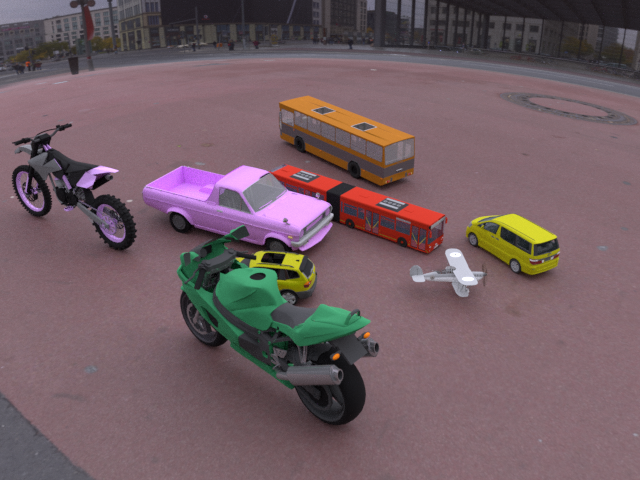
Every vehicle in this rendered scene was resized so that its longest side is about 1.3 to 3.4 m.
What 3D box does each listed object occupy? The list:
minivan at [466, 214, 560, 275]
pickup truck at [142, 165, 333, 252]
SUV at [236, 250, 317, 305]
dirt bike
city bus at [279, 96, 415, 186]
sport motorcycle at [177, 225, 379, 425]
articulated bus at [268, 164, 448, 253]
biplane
[{"bbox_3d":[2.903,-0.037,10.662,0.681,0.616,1.548,-15,32,-26],"label":"minivan"},{"bbox_3d":[-1.355,-0.624,11.336,3.117,0.993,1.244,15,32,25],"label":"pickup truck"},{"bbox_3d":[-0.825,0.473,9.770,1.572,0.580,0.656,5,29,8],"label":"SUV"},{"bbox_3d":[-4.022,-0.868,11.081,2.903,1.666,1.024,18,34,29],"label":"dirt bike"},{"bbox_3d":[0.445,-1.999,13.937,0.926,0.894,3.255,-21,35,-33],"label":"city bus"},{"bbox_3d":[-0.632,0.933,7.880,2.955,1.596,0.983,23,36,36],"label":"sport motorcycle"},{"bbox_3d":[0.512,-0.576,11.697,3.401,0.561,0.605,21,35,33],"label":"articulated bus"},{"bbox_3d":[1.799,0.489,9.820,1.090,0.504,1.336,0,29,0],"label":"biplane"}]
